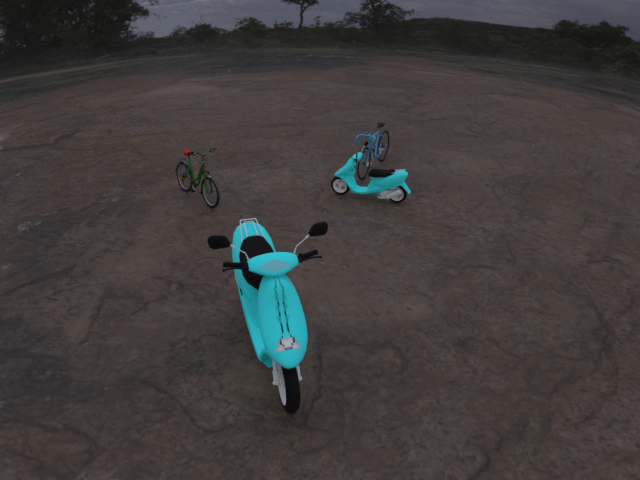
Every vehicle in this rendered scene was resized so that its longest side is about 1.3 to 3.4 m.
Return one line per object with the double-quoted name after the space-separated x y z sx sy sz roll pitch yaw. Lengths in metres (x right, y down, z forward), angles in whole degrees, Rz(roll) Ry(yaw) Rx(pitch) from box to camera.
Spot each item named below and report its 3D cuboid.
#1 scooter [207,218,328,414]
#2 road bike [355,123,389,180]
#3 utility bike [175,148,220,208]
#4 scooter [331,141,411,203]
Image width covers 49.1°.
-0.612 0.519 7.974 1.288 1.786 2.721 -7 30 -13 "scooter"
1.005 -1.699 12.958 0.358 0.852 1.545 13 32 22 "road bike"
-2.066 -1.154 11.873 0.535 0.946 1.435 -22 36 -34 "utility bike"
0.854 -1.118 11.836 1.399 0.919 0.662 10 30 17 "scooter"
